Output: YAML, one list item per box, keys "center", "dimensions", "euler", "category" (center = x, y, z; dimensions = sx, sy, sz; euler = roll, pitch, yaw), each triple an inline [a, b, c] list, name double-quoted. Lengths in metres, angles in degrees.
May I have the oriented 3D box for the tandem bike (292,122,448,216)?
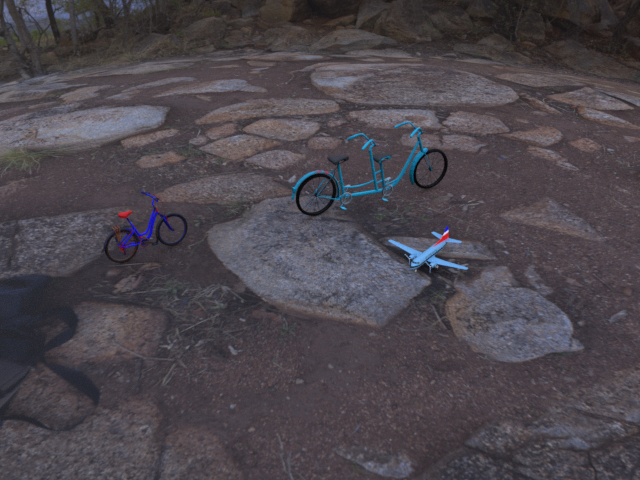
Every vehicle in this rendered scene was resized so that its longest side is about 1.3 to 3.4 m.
- center: [0.943, -1.262, 12.181]
  dimensions: [3.192, 1.326, 0.550]
  euler: [-14, 32, -24]
  category: "tandem bike"

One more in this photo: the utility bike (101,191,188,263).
- center: [-2.711, -0.228, 10.704]
  dimensions: [1.435, 0.946, 0.535]
  euler: [-21, 35, -33]
  category: "utility bike"

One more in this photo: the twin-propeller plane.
- center: [1.670, 0.148, 10.581]
  dimensions: [1.370, 0.407, 1.095]
  euler: [21, 35, 33]
  category: "twin-propeller plane"
